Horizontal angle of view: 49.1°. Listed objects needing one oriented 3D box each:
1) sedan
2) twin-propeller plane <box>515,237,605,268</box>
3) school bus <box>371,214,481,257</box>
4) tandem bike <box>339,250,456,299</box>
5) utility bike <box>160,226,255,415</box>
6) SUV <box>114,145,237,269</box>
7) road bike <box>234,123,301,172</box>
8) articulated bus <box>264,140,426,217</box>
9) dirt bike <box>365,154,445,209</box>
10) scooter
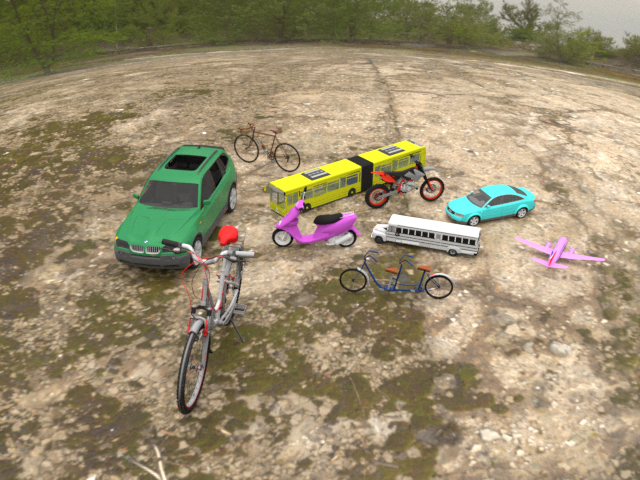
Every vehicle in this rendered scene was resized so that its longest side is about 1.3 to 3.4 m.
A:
[{"bbox_3d":[2.932,-0.645,12.016,1.613,0.483,0.635,-10,31,-16],"label":"sedan"},{"bbox_3d":[3.635,0.146,10.708,1.370,0.407,1.095,16,33,26],"label":"twin-propeller plane"},{"bbox_3d":[1.664,-0.087,11.088,1.708,0.434,0.365,10,31,17],"label":"school bus"},{"bbox_3d":[1.087,0.498,9.814,1.642,0.682,0.283,4,30,7],"label":"tandem bike"},{"bbox_3d":[-1.177,0.659,8.364,1.039,1.839,2.791,4,30,7],"label":"utility bike"},{"bbox_3d":[-2.253,-0.622,11.325,1.276,1.128,3.058,5,30,9],"label":"SUV"},{"bbox_3d":[-1.053,-1.821,13.705,1.545,0.852,0.358,15,33,25],"label":"road bike"},{"bbox_3d":[0.566,-1.178,12.872,3.401,0.561,0.605,-21,36,-32],"label":"articulated bus"},{"bbox_3d":[1.500,-1.005,12.269,1.493,0.857,0.527,-8,31,-13],"label":"dirt bike"},{"bbox_3d":[-0.064,-0.295,10.964,1.399,0.919,0.662,0,30,0],"label":"scooter"}]
